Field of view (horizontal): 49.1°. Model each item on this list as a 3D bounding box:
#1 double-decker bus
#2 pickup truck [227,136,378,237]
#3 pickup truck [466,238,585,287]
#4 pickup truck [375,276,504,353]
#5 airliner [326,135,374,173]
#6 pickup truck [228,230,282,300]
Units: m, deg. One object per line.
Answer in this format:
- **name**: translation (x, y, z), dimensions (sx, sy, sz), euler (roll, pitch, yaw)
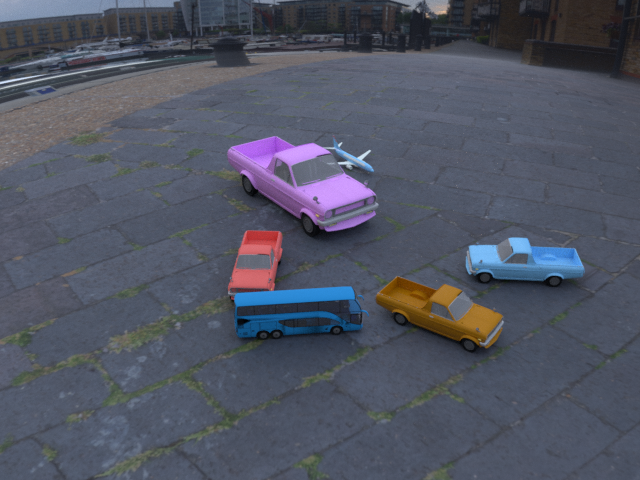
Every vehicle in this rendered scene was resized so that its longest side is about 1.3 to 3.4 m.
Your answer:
- **double-decker bus**: translation (-0.241, 0.910, 8.819), dimensions (1.672, 0.541, 0.389), euler (-3, 29, -6)
- **pickup truck**: translation (-0.376, -1.104, 11.967), dimensions (1.244, 0.993, 3.117), euler (-19, 34, -31)
- **pickup truck**: translation (2.908, 0.279, 9.983), dimensions (1.603, 0.511, 0.640), euler (3, 29, 5)
- **pickup truck**: translation (1.515, 0.867, 8.928), dimensions (1.603, 0.511, 0.640), euler (19, 34, 30)
- **airliner**: translation (0.620, -1.646, 13.516), dimensions (1.161, 0.429, 1.307), euler (-19, 35, -31)
- **pickup truck**: translation (-0.896, 0.298, 9.948), dimensions (0.640, 0.511, 1.603), euler (1, 29, 3)
